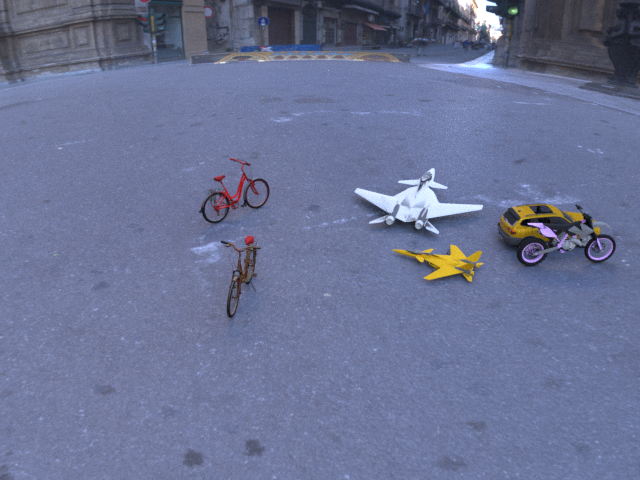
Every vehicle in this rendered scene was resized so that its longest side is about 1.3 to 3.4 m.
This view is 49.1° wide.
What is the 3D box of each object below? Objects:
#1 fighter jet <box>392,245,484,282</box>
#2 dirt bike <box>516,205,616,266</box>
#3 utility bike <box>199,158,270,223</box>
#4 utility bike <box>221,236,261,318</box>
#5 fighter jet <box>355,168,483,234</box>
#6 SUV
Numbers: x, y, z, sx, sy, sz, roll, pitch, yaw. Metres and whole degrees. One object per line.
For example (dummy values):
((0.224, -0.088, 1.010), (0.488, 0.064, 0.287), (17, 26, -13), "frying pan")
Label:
((1.690, 0.230, 10.364), (1.358, 0.286, 1.147), (15, 31, 25), "fighter jet")
((3.630, -0.021, 10.229), (1.493, 0.857, 0.527), (-2, 28, -4), "dirt bike")
((-1.455, -0.856, 11.696), (1.435, 0.946, 0.535), (-23, 36, -36), "utility bike")
((-0.996, 0.367, 9.410), (0.535, 0.946, 1.435), (5, 28, 8), "utility bike")
((1.756, -0.932, 12.251), (2.229, 0.557, 2.640), (9, 29, 17), "fighter jet")
((3.588, -0.240, 10.931), (1.572, 0.580, 0.656), (-4, 28, -7), "SUV")
